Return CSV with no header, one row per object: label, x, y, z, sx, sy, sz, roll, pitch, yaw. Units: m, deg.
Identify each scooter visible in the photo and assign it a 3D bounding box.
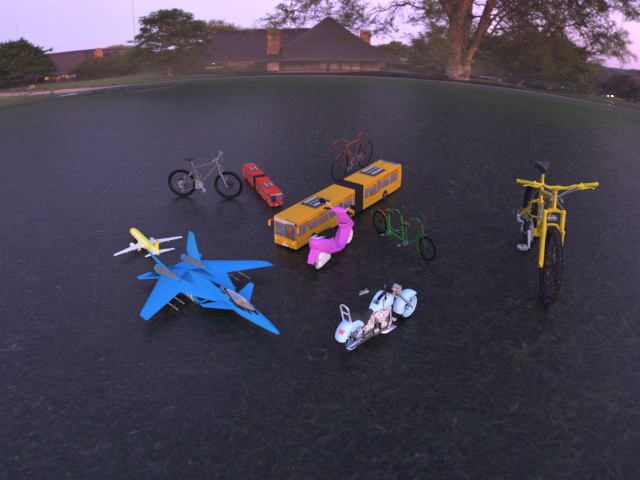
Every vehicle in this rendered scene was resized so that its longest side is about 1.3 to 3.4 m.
scooter,0.195,-0.128,11.085,0.662,0.919,1.399,14,30,26

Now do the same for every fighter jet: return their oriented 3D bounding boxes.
fighter jet,-1.445,0.648,9.951,2.229,0.557,2.640,-23,35,-38

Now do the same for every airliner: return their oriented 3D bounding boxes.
airliner,-2.871,-0.045,11.465,1.161,0.429,1.307,-17,31,-30

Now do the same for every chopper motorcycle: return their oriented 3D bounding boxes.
chopper motorcycle,0.780,0.910,9.206,0.466,0.761,1.563,24,35,38

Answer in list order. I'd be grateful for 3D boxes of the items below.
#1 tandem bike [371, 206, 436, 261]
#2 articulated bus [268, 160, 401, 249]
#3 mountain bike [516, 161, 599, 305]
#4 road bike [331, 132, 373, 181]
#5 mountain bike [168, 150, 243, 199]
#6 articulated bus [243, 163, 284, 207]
tandem bike,1.358,-0.216,11.523,0.283,0.682,1.642,-17,31,-30
articulated bus,0.398,-0.710,12.634,0.605,0.561,3.401,18,32,32
mountain bike,3.357,-0.290,10.554,1.114,1.688,2.857,3,27,6
road bike,0.677,-1.760,14.391,0.358,0.852,1.545,18,32,31
mountain bike,-2.187,-1.203,13.270,1.469,0.868,0.573,3,27,6
articulated bus,-1.139,-1.099,13.707,0.311,0.289,1.749,-11,29,-20
